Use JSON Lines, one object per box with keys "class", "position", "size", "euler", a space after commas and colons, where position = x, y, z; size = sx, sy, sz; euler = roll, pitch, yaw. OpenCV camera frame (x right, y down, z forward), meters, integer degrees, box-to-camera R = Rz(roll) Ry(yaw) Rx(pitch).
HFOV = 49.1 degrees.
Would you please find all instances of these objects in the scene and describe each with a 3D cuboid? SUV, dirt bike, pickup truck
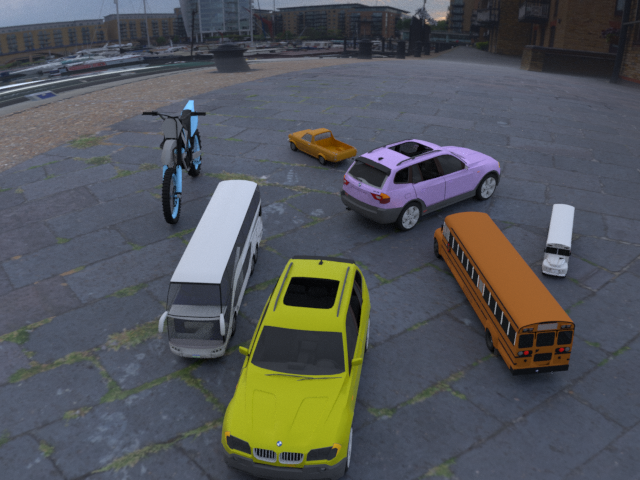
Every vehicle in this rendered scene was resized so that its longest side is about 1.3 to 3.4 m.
{"class": "SUV", "position": [-0.150, 1.203, 7.516], "size": [1.276, 1.128, 3.058], "euler": [4, 28, 8]}
{"class": "SUV", "position": [1.769, -1.120, 11.855], "size": [3.058, 1.128, 1.276], "euler": [-20, 34, -33]}
{"class": "dirt bike", "position": [-2.360, -1.499, 11.991], "size": [1.024, 1.666, 2.903], "euler": [0, 28, 1]}
{"class": "pickup truck", "position": [0.026, -1.929, 14.019], "size": [0.640, 0.511, 1.603], "euler": [-20, 34, -33]}

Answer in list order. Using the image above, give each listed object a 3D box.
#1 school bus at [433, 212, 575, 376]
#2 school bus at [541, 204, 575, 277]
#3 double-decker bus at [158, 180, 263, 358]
{"class": "school bus", "position": [2.238, 0.488, 9.151], "size": [0.709, 0.844, 3.322], "euler": [-4, 28, -7]}
{"class": "school bus", "position": [3.587, -0.006, 10.509], "size": [0.365, 0.434, 1.708], "euler": [10, 30, 18]}
{"class": "double-decker bus", "position": [-1.324, 0.296, 9.292], "size": [0.756, 1.052, 3.251], "euler": [2, 28, 4]}
